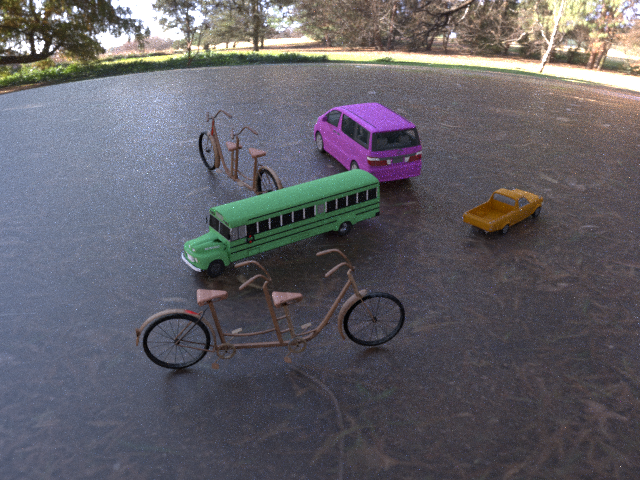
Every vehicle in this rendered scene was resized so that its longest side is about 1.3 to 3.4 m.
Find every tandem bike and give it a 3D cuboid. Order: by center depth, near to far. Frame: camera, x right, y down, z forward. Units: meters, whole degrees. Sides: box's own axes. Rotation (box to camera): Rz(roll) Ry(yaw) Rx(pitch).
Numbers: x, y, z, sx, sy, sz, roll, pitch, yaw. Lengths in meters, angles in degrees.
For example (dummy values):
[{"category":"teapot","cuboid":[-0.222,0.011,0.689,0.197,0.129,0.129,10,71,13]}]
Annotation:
[{"category":"tandem bike","cuboid":[-0.534,0.828,8.139,3.192,1.326,0.550,-5,28,-10]},{"category":"tandem bike","cuboid":[-1.504,-1.508,12.622,0.550,1.326,3.192,-17,32,-30]}]

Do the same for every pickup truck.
[{"category":"pickup truck","cuboid":[3.067,-0.533,11.632,1.603,0.511,0.640,-24,36,-37]}]

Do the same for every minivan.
[{"category":"minivan","cuboid":[0.862,-2.066,13.832,1.324,1.197,3.011,-10,29,-19]}]

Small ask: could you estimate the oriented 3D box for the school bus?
[{"category":"school bus","cuboid":[-0.554,-0.318,10.859,3.322,0.844,0.709,-18,32,-31]}]
